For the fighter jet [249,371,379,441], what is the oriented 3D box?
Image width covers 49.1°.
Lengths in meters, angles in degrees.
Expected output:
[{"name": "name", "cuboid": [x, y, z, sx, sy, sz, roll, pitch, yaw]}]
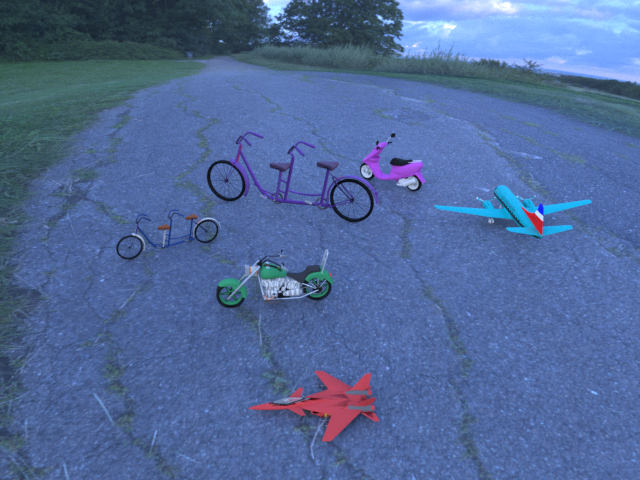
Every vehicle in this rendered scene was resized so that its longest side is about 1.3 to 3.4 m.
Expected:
[{"name": "fighter jet", "cuboid": [-0.081, 1.688, 7.436, 1.358, 0.286, 1.147, -2, 26, -4]}]

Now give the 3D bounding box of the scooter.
[{"name": "scooter", "cuboid": [1.342, -1.446, 13.038, 1.399, 0.919, 0.662, 18, 32, 32]}]

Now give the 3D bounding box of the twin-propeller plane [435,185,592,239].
[{"name": "twin-propeller plane", "cuboid": [3.229, -0.566, 11.407, 2.663, 0.792, 2.129, -2, 26, -5]}]

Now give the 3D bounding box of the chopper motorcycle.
[{"name": "chopper motorcycle", "cuboid": [-0.599, 0.508, 9.279, 1.563, 0.761, 0.466, -3, 27, -6]}]

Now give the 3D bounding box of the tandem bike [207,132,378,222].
[{"name": "tandem bike", "cuboid": [-0.534, -1.085, 11.853, 3.192, 1.326, 0.550, 10, 28, 19]}]

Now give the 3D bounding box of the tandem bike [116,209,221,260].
[{"name": "tandem bike", "cuboid": [-2.296, -0.140, 10.673, 1.642, 0.682, 0.283, -13, 29, -25]}]
